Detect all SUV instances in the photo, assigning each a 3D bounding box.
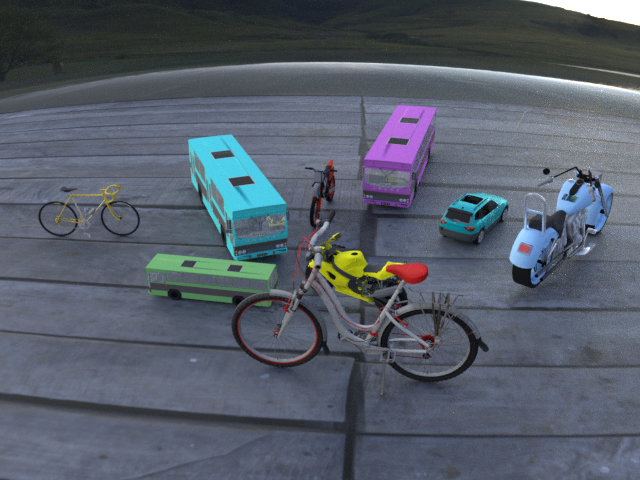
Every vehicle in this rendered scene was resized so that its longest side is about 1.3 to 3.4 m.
[{"bbox_3d":[2.441,-0.446,11.000,0.656,0.580,1.572,18,32,30],"label":"SUV"}]

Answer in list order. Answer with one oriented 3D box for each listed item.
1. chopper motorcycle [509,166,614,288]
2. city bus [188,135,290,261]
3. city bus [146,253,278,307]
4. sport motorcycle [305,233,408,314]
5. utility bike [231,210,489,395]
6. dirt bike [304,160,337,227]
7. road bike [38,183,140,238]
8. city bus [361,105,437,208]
[{"bbox_3d":[3.542,-0.388,9.904,0.906,1.480,3.040,21,34,35],"label":"chopper motorcycle"},{"bbox_3d":[-1.391,-0.747,11.242,0.926,0.894,3.255,-10,29,-18],"label":"city bus"},{"bbox_3d":[-1.416,0.541,9.213,1.674,0.460,0.476,5,28,10],"label":"city bus"},{"bbox_3d":[0.463,0.454,8.988,1.520,0.821,0.506,15,31,27],"label":"sport motorcycle"},{"bbox_3d":[0.383,0.755,7.290,2.791,1.839,1.039,4,27,8],"label":"utility bike"},{"bbox_3d":[0.055,-0.831,11.445,0.527,0.857,1.493,7,28,13],"label":"dirt bike"},{"bbox_3d":[-3.543,-0.439,10.691,1.545,0.852,0.358,0,27,-1],"label":"road bike"},{"bbox_3d":[1.519,-1.580,12.861,0.926,0.894,3.255,7,28,14],"label":"city bus"}]
